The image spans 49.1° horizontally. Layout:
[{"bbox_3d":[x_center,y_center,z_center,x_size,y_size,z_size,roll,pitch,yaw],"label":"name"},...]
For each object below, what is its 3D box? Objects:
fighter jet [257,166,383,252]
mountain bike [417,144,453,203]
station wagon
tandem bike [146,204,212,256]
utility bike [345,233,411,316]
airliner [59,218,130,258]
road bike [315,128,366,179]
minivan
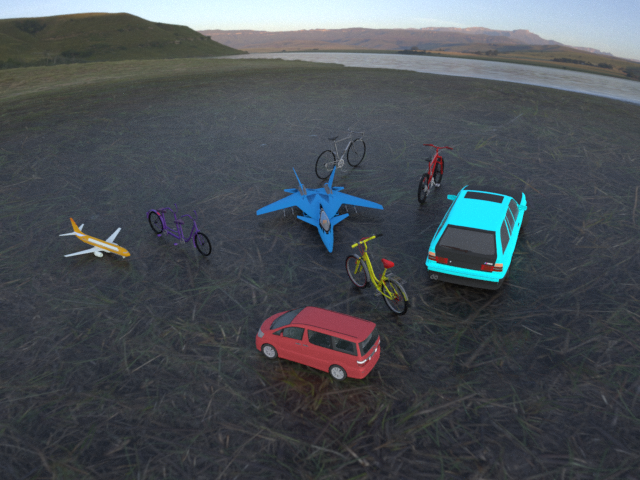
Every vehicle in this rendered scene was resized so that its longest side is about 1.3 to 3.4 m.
[{"bbox_3d":[0.027,-0.556,12.061,2.229,0.557,2.640,-3,27,-6],"label":"fighter jet"},{"bbox_3d":[2.102,-1.271,13.121,0.573,0.868,1.469,12,29,23],"label":"mountain bike"},{"bbox_3d":[2.583,-0.300,11.160,1.327,0.920,3.105,10,29,19],"label":"station wagon"},{"bbox_3d":[-2.305,-0.243,11.311,1.642,0.682,0.283,22,34,36],"label":"tandem bike"},{"bbox_3d":[0.740,0.458,9.643,0.535,0.946,1.435,-17,32,-30],"label":"utility bike"},{"bbox_3d":[-3.518,-0.024,11.158,1.307,0.429,1.161,15,31,27],"label":"airliner"},{"bbox_3d":[0.431,-1.759,14.097,0.358,0.852,1.545,23,35,37],"label":"road bike"},{"bbox_3d":[-0.050,1.188,8.575,1.548,0.616,0.681,13,30,24],"label":"minivan"}]
